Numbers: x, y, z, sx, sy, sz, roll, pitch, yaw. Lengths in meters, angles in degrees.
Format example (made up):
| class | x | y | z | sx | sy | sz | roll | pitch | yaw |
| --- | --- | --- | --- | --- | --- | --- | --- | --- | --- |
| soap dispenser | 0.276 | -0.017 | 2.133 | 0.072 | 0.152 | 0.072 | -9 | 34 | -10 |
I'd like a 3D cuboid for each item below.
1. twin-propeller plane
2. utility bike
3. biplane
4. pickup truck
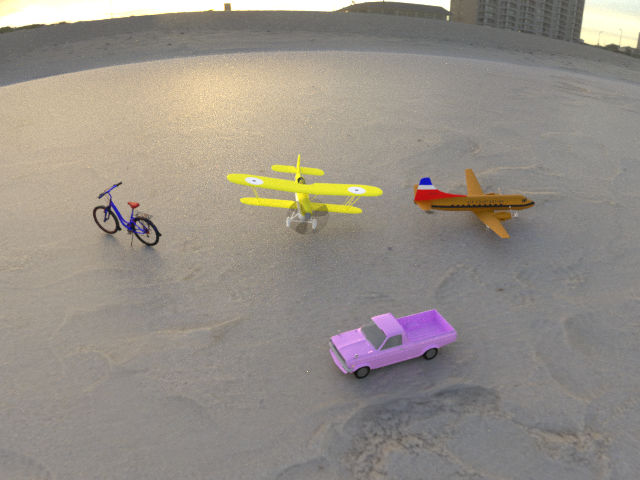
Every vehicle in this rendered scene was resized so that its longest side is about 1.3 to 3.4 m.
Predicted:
| class | x | y | z | sx | sy | sz | roll | pitch | yaw |
| --- | --- | --- | --- | --- | --- | --- | --- | --- | --- |
| twin-propeller plane | 2.679 | -0.733 | 12.077 | 2.129 | 0.792 | 2.663 | -1 | 30 | -2 |
| utility bike | -3.188 | -0.379 | 11.306 | 1.435 | 0.946 | 0.535 | 15 | 33 | 24 |
| biplane | -0.266 | -0.835 | 12.065 | 2.598 | 0.981 | 2.120 | -3 | 30 | -6 |
| pickup truck | 0.932 | 1.245 | 8.914 | 1.603 | 0.511 | 0.640 | -12 | 32 | -19 |
